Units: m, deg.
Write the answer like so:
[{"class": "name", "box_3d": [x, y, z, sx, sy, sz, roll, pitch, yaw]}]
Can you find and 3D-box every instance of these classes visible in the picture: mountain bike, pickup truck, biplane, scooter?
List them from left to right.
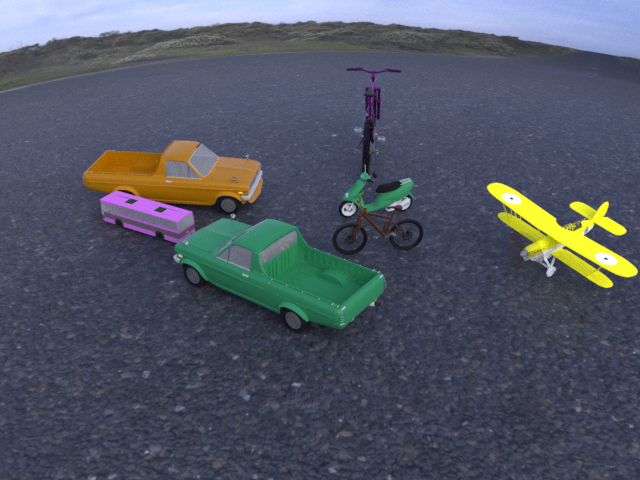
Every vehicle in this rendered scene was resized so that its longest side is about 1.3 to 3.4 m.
[{"class": "pickup truck", "box_3d": [-2.625, -1.217, 12.667, 3.117, 0.993, 1.244, 4, 30, 7]}, {"class": "pickup truck", "box_3d": [-0.642, 0.353, 9.945, 3.117, 0.993, 1.244, 20, 35, 30]}, {"class": "mountain bike", "box_3d": [1.027, -2.487, 14.173, 1.114, 1.688, 2.857, 4, 30, 6]}, {"class": "scooter", "box_3d": [1.003, -0.860, 12.121, 1.399, 0.919, 0.662, -7, 31, -12]}, {"class": "mountain bike", "box_3d": [0.923, -0.185, 11.004, 1.469, 0.868, 0.573, -4, 30, -7]}, {"class": "biplane", "box_3d": [3.763, -0.056, 10.666, 2.120, 0.981, 2.598, -21, 36, -32]}]

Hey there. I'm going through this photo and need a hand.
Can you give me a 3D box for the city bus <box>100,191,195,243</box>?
[{"class": "city bus", "box_3d": [-2.900, -0.377, 11.744, 1.674, 0.460, 0.476, 15, 33, 25]}]
